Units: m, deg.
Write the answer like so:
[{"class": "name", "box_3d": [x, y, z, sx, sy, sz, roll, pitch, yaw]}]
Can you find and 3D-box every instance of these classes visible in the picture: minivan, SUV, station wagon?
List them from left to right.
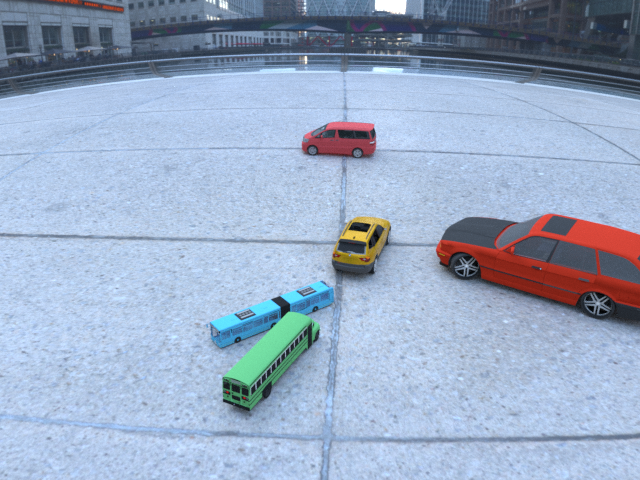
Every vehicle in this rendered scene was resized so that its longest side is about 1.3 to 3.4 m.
[{"class": "minivan", "box_3d": [0.391, -2.108, 14.510, 1.548, 0.616, 0.681, 5, 27, 9]}, {"class": "SUV", "box_3d": [0.635, -0.024, 10.439, 0.656, 0.580, 1.572, 8, 28, 15]}, {"class": "station wagon", "box_3d": [3.165, 0.181, 9.658, 3.105, 0.920, 1.327, 16, 31, 29]}]

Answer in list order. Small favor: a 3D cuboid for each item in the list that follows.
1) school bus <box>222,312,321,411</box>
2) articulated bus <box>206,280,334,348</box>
[{"class": "school bus", "box_3d": [-0.499, 1.295, 7.998, 0.365, 0.434, 1.708, 13, 30, 24]}, {"class": "articulated bus", "box_3d": [-0.587, 0.921, 8.896, 1.749, 0.289, 0.311, -18, 32, -32]}]
